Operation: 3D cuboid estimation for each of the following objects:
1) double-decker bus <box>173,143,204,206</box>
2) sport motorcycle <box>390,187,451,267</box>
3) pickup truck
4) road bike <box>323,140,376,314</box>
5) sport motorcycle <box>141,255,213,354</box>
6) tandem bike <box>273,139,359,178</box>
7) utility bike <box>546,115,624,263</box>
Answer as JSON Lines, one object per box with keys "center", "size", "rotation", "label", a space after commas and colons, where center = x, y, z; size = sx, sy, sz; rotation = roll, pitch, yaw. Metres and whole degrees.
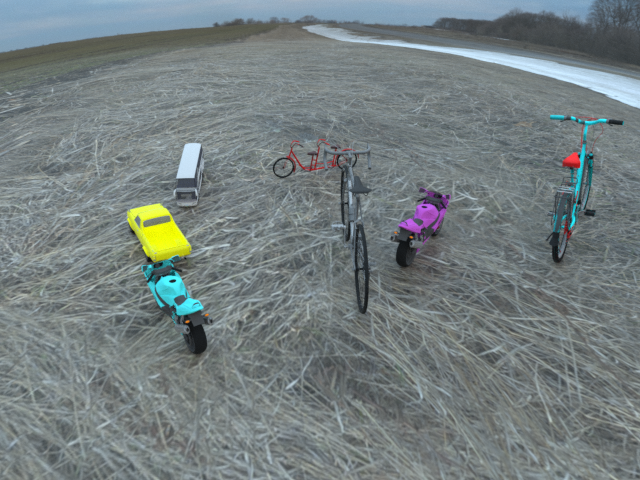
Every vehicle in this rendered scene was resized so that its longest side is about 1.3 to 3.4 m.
{"center": [-2.261, -1.135, 12.204], "size": [0.389, 0.541, 1.672], "rotation": [-2, 30, -3], "label": "double-decker bus"}
{"center": [1.506, -0.205, 10.328], "size": [0.506, 0.821, 1.520], "rotation": [17, 34, 27], "label": "sport motorcycle"}
{"center": [-2.451, -0.154, 10.549], "size": [0.640, 0.511, 1.603], "rotation": [-14, 33, -23], "label": "pickup truck"}
{"center": [0.459, -0.306, 9.671], "size": [0.696, 1.656, 3.004], "rotation": [-2, 30, -4], "label": "road bike"}
{"center": [-1.775, 0.775, 8.644], "size": [0.506, 0.821, 1.520], "rotation": [-18, 35, -28], "label": "sport motorcycle"}
{"center": [-0.062, -1.511, 12.710], "size": [1.642, 0.682, 0.283], "rotation": [-9, 31, -14], "label": "tandem bike"}
{"center": [3.766, -0.894, 10.499], "size": [1.039, 1.839, 2.791], "rotation": [15, 33, 24], "label": "utility bike"}
